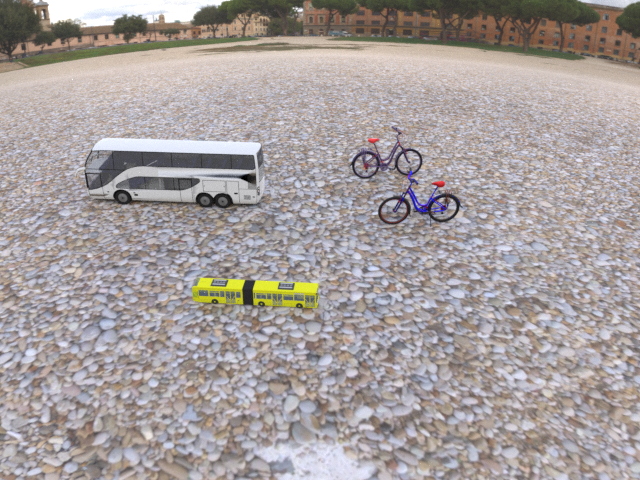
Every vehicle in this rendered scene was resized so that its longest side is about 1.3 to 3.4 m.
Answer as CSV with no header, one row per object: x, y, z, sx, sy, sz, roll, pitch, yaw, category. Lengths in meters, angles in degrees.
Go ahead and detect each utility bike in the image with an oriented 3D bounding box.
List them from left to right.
1.251,-1.658,13.297,1.435,0.946,0.535,-5,29,-8,utility bike
1.678,-0.659,11.486,1.435,0.946,0.535,-3,29,-5,utility bike

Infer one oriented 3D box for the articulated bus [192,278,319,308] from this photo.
-0.874,0.728,9.652,1.749,0.289,0.311,2,29,4,articulated bus

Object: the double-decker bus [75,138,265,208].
-2.609,-1.206,12.367,3.251,1.052,0.756,2,29,4,double-decker bus
